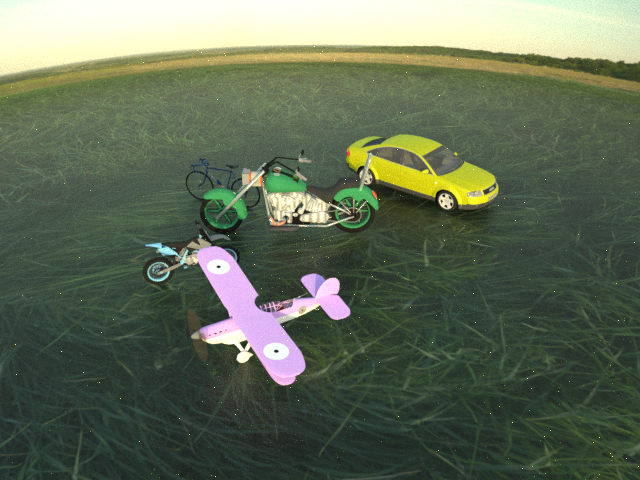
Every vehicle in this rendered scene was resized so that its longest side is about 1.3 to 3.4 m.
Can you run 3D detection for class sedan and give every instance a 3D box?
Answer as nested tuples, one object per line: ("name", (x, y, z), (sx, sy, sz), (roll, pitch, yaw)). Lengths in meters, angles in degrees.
("sedan", (1.943, -1.426, 13.541), (3.137, 0.940, 1.235), (21, 35, 34))

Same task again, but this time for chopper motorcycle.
("chopper motorcycle", (-0.530, -0.790, 11.808), (3.040, 1.480, 0.906), (1, 29, 3))

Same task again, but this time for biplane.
("biplane", (-0.646, 0.991, 9.059), (2.120, 0.981, 2.598), (-15, 32, -26))

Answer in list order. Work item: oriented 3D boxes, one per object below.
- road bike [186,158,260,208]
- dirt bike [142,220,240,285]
("road bike", (-1.815, -1.056, 12.953), (1.545, 0.852, 0.358), (10, 30, 17))
("dirt bike", (-1.957, 0.209, 10.625), (1.493, 0.857, 0.527), (-10, 30, -18))
